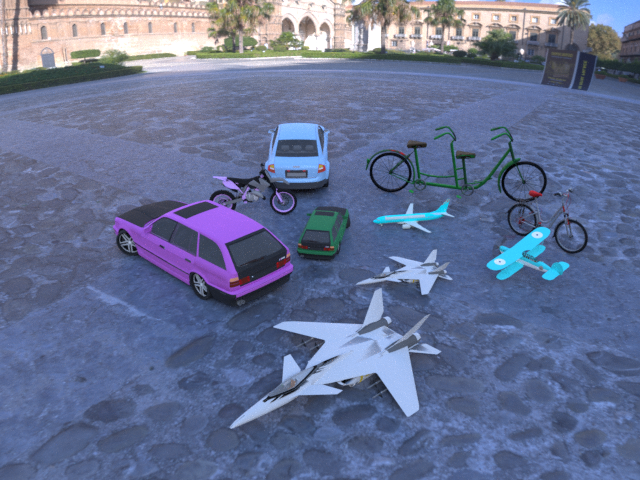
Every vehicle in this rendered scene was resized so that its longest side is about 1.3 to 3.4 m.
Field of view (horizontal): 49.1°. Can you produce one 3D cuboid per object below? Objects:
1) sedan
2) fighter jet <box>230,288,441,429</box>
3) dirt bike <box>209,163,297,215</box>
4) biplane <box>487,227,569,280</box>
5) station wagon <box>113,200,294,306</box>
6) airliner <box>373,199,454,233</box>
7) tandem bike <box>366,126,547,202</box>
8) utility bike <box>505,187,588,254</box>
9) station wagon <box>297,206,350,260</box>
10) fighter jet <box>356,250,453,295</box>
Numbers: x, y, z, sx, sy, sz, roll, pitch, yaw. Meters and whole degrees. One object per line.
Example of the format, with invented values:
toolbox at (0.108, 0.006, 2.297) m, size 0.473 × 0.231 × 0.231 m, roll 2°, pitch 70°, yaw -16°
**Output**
sedan at (-0.420, -1.828, 13.740) m, size 1.235 × 0.940 × 3.137 m, roll 0°, pitch 26°, yaw 0°
fighter jet at (0.074, 1.354, 7.779) m, size 2.640 × 0.557 × 2.229 m, roll -22°, pitch 34°, yaw -37°
dirt bike at (-1.133, -0.816, 11.801) m, size 1.493 × 0.857 × 0.527 m, roll -1°, pitch 26°, yaw -1°
biplane at (2.957, 0.297, 9.961) m, size 1.336 × 0.504 × 1.090 m, roll -21°, pitch 33°, yaw -36°
station wagon at (-1.811, -0.054, 10.199) m, size 3.105 × 0.920 × 1.327 m, roll 23°, pitch 35°, yaw 39°
airliner at (1.520, -0.452, 11.548) m, size 1.307 × 0.429 × 1.161 m, roll -3°, pitch 27°, yaw -7°
tandem bike at (2.395, -1.370, 12.387) m, size 3.192 × 1.326 × 0.550 m, roll 5°, pitch 27°, yaw 11°
utility bike at (3.541, -0.397, 10.860) m, size 0.535 × 0.946 × 1.435 m, roll -23°, pitch 34°, yaw -38°
station wagon at (0.079, -0.219, 11.033) m, size 0.682 × 0.473 × 1.597 m, roll 5°, pitch 27°, yaw 10°
fighter jet at (1.145, 0.444, 9.910) m, size 1.358 × 0.286 × 1.147 m, roll -8°, pitch 28°, yaw -16°
